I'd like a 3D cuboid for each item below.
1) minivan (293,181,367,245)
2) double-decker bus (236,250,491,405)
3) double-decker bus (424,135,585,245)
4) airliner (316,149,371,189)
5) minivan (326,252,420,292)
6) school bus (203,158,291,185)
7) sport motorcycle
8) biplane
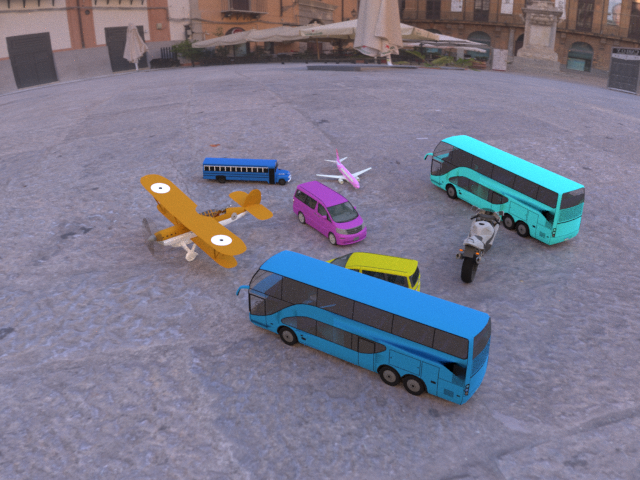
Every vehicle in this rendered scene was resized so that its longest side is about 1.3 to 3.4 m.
[{"bbox_3d":[0.157,-0.464,11.841,0.681,0.616,1.548,-18,33,-30],"label":"minivan"},{"bbox_3d":[0.466,0.987,8.657,3.251,1.052,0.756,17,32,29],"label":"double-decker bus"},{"bbox_3d":[3.148,-0.977,12.339,0.756,1.052,3.251,-16,32,-27],"label":"double-decker bus"},{"bbox_3d":[0.529,-1.385,13.764,1.161,0.429,1.307,-9,29,-16],"label":"airliner"},{"bbox_3d":[0.642,0.534,9.969,1.548,0.616,0.681,9,29,16],"label":"minivan"},{"bbox_3d":[-1.424,-1.352,13.698,1.708,0.434,0.365,2,28,4],"label":"school bus"},{"bbox_3d":[2.426,0.040,10.677,0.506,0.821,1.520,12,31,22],"label":"sport motorcycle"},{"bbox_3d":[-1.760,-0.281,11.110,2.120,0.981,2.598,-22,35,-36],"label":"biplane"}]
